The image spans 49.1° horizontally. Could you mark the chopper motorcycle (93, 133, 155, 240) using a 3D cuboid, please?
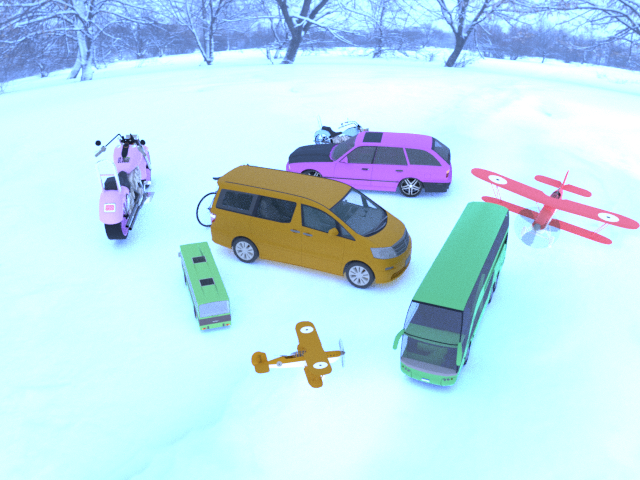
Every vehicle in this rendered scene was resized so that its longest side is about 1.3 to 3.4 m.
[{"bbox_3d":[-3.235,-1.142,11.769,0.906,1.480,3.040,-2,27,-3],"label":"chopper motorcycle"}]

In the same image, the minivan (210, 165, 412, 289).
[{"bbox_3d":[-0.125,-0.261,10.378,3.011,1.197,1.324,11,30,21],"label":"minivan"}]

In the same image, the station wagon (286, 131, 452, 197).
[{"bbox_3d":[0.906,-1.497,13.058,3.105,0.920,1.327,4,28,8],"label":"station wagon"}]

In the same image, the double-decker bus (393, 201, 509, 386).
[{"bbox_3d":[1.784,0.588,8.901,0.756,1.052,3.251,11,29,20],"label":"double-decker bus"}]

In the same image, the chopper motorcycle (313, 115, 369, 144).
[{"bbox_3d":[0.613,-2.143,14.477,1.563,0.761,0.466,9,29,18],"label":"chopper motorcycle"}]

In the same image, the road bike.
[{"bbox_3d":[-1.466,-0.770,11.733,0.358,0.852,1.545,24,36,38],"label":"road bike"}]

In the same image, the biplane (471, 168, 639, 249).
[{"bbox_3d":[3.724,-0.540,11.150,2.598,0.981,2.120,14,31,25],"label":"biplane"}]

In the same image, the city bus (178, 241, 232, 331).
[{"bbox_3d":[-1.572,0.609,9.502,0.476,0.460,1.674,-8,29,-16],"label":"city bus"}]

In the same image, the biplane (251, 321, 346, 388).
[{"bbox_3d":[-0.244,1.353,8.020,1.090,0.504,1.336,-5,28,-9],"label":"biplane"}]
